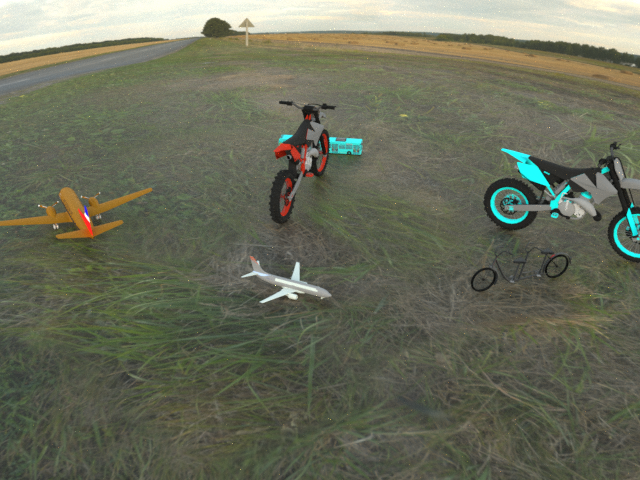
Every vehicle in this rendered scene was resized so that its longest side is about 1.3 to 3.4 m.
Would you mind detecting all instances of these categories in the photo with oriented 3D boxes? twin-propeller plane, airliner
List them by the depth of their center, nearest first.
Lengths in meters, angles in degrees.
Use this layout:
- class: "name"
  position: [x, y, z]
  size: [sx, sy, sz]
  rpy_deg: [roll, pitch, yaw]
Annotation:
- class: "airliner"
  position: [-0.435, 0.543, 9.939]
  size: [1.307, 0.429, 1.161]
  rpy_deg: [12, 32, 21]
- class: "twin-propeller plane"
  position: [-3.997, -0.538, 11.491]
  size: [2.663, 0.792, 2.129]
  rpy_deg: [-16, 33, -26]

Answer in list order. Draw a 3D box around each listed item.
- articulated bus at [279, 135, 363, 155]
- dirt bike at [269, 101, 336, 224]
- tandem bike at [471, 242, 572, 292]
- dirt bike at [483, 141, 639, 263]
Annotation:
- class: "articulated bus"
  position: [0.022, -1.984, 14.573]
  size: [1.749, 0.289, 0.311]
  rpy_deg: [4, 30, 8]
- class: "dirt bike"
  position: [-0.322, -1.522, 12.347]
  size: [1.024, 1.666, 2.903]
  rpy_deg: [9, 31, 16]
- class: "tandem bike"
  position: [2.910, 0.351, 10.023]
  size: [1.642, 0.682, 0.283]
  rpy_deg: [-9, 31, -16]
- class: "dirt bike"
  position: [3.968, -0.657, 10.810]
  size: [2.903, 1.666, 1.024]
  rpy_deg: [17, 34, 28]
